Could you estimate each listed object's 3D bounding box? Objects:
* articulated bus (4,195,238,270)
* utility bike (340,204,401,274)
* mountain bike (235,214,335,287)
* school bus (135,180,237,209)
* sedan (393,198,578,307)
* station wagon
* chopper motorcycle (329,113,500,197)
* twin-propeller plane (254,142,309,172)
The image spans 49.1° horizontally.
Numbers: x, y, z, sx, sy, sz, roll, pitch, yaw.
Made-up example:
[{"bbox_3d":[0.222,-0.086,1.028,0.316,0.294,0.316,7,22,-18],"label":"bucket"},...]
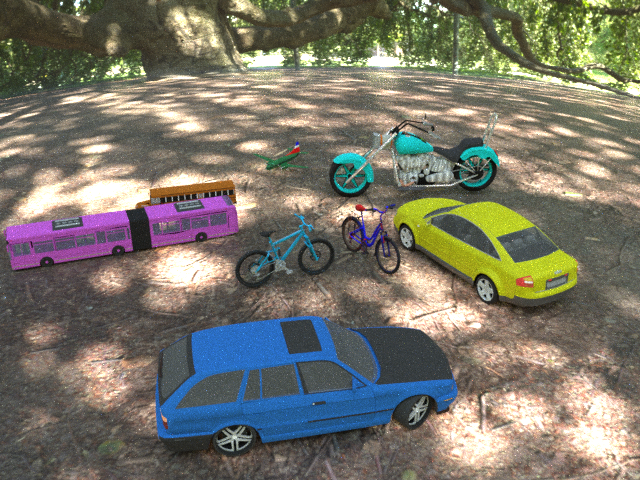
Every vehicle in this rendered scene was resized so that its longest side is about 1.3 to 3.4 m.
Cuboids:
[{"bbox_3d":[-2.959,-0.140,10.666,3.401,0.561,0.605,-10,28,-19],"label":"articulated bus"},{"bbox_3d":[0.760,-0.134,10.221,0.535,0.946,1.435,-16,31,-30],"label":"utility bike"},{"bbox_3d":[-0.471,0.178,9.678,1.469,0.868,0.573,-11,28,-20],"label":"mountain bike"},{"bbox_3d":[-2.295,-0.702,11.944,1.708,0.434,0.365,-8,27,-16],"label":"school bus"},{"bbox_3d":[2.252,-0.046,10.051,1.235,0.940,3.137,-14,30,-26],"label":"sedan"},{"bbox_3d":[-0.129,1.357,7.241,3.105,0.920,1.327,-5,27,-11],"label":"station wagon"},{"bbox_3d":[1.683,-1.502,12.381,3.040,1.480,0.906,-1,26,-3],"label":"chopper motorcycle"},{"bbox_3d":[-0.725,-1.627,13.840,1.370,0.407,1.095,18,31,32],"label":"twin-propeller plane"}]
